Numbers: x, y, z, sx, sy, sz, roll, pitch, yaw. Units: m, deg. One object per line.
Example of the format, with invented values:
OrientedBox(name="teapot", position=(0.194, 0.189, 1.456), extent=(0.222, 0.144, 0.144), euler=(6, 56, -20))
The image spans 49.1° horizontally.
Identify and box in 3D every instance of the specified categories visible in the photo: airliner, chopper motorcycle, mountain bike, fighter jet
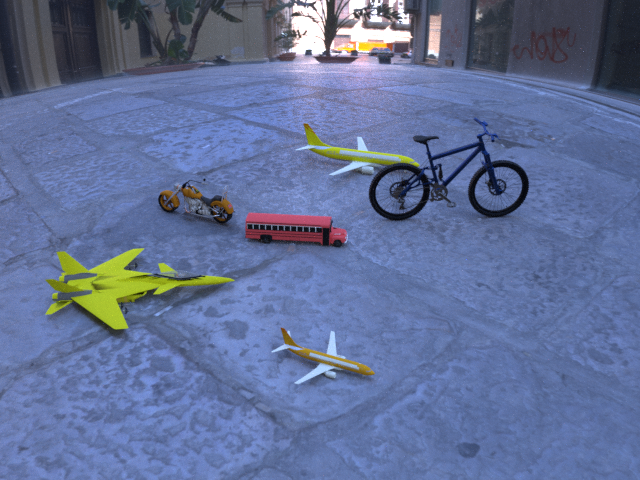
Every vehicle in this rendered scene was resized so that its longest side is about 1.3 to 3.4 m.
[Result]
OrientedBox(name="airliner", position=(0.822, -1.909, 14.526), extent=(2.541, 0.835, 2.257), euler=(8, 30, 15))
OrientedBox(name="chopper motorcycle", position=(-2.229, -0.742, 12.448), extent=(1.563, 0.761, 0.466), euler=(13, 31, 23))
OrientedBox(name="mountain bike", position=(2.278, -1.134, 12.197), extent=(2.857, 1.688, 1.114), euler=(-2, 28, -4))
OrientedBox(name="airliner", position=(0.076, 1.420, 8.798), extent=(1.307, 0.429, 1.161), euler=(12, 30, 20))
OrientedBox(name="fighter jet", position=(-2.593, 0.532, 10.306), extent=(2.640, 0.557, 2.229), euler=(-3, 29, -6))

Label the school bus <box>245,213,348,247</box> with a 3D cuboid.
OrientedBox(name="school bus", position=(-0.389, -0.181, 11.753), extent=(1.708, 0.434, 0.365), euler=(3, 29, 6))
